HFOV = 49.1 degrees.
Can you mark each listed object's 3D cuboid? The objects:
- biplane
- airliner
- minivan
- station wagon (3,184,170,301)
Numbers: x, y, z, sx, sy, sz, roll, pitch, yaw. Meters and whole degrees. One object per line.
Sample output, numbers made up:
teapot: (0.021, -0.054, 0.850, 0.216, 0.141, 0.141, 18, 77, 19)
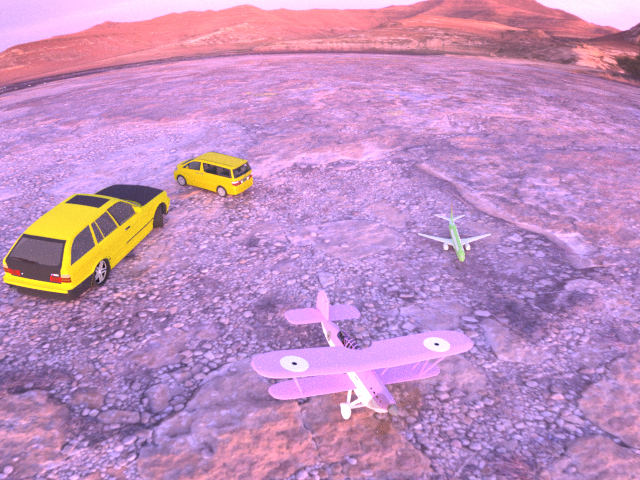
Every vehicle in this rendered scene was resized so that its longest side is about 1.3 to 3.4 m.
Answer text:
biplane: (0.401, 1.308, 7.937, 2.598, 0.981, 2.120, -12, 31, -20)
airliner: (2.149, -0.108, 11.024, 1.161, 0.429, 1.307, 0, 29, 0)
minivan: (-1.998, -1.269, 12.902, 1.548, 0.616, 0.681, 16, 33, 27)
station wagon: (-3.446, -0.224, 10.728, 1.327, 0.920, 3.105, 8, 30, 14)
